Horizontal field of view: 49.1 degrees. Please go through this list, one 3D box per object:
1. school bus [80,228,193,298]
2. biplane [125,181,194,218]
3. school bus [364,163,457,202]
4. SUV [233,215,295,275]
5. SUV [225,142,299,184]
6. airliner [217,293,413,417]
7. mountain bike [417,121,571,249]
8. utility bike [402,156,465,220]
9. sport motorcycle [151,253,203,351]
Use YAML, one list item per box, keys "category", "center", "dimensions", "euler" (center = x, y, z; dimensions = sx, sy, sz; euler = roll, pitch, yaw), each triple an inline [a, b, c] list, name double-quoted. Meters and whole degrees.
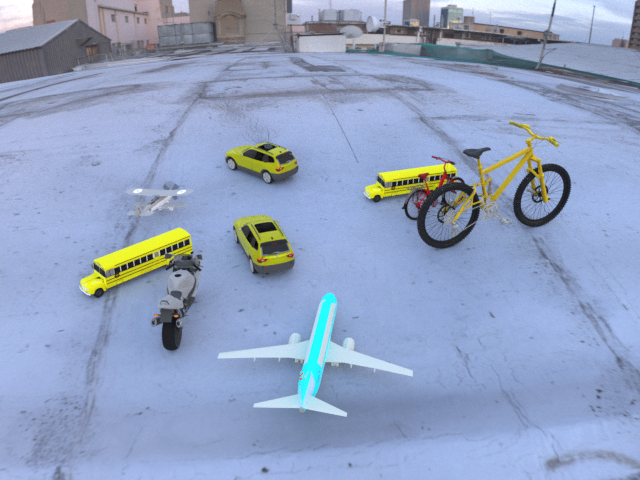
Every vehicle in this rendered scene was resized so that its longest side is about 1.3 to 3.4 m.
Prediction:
- category: "school bus"
  center: [-2.641, 0.312, 10.088]
  dimensions: [1.708, 0.434, 0.365]
  euler: [-25, 37, -37]
- category: "biplane"
  center: [-2.767, -0.619, 11.701]
  dimensions: [1.336, 0.504, 1.090]
  euler: [11, 31, 19]
- category: "school bus"
  center: [1.616, -1.033, 12.524]
  dimensions: [1.708, 0.434, 0.365]
  euler: [-9, 30, -16]
- category: "SUV"
  center: [-0.861, -0.031, 10.557]
  dimensions: [0.656, 0.580, 1.572]
  euler: [-10, 30, -17]
- category: "SUV"
  center: [-1.123, -1.555, 13.317]
  dimensions: [1.572, 0.580, 0.656]
  euler: [23, 36, 35]
- category: "airliner"
  center: [-0.028, 1.128, 8.194]
  dimensions: [2.257, 0.835, 2.541]
  euler: [4, 29, 7]
- category: "mountain bike"
  center: [2.772, -0.801, 10.806]
  dimensions: [2.857, 1.688, 1.114]
  euler: [-12, 31, -21]
- category: "utility bike"
  center: [1.904, -0.898, 11.749]
  dimensions: [1.435, 0.946, 0.535]
  euler: [-18, 34, -30]
- category: "sport motorcycle"
  center: [-1.789, 0.727, 8.935]
  dimensions: [0.506, 0.821, 1.520]
  euler: [1, 29, 2]
